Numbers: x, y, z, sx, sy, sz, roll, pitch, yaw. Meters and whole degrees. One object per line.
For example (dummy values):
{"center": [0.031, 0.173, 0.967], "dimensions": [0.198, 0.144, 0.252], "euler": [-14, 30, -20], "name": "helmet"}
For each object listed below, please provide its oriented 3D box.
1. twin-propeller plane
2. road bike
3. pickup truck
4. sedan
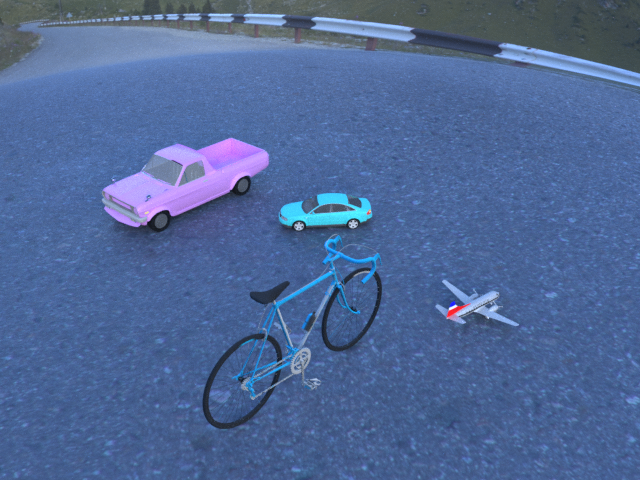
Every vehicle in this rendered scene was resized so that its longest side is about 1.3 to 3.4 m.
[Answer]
{"center": [2.143, 0.868, 9.722], "dimensions": [1.095, 0.407, 1.370], "euler": [-21, 36, -32], "name": "twin-propeller plane"}
{"center": [-0.210, 1.016, 8.221], "dimensions": [0.696, 1.656, 3.004], "euler": [25, 38, 36], "name": "road bike"}
{"center": [-2.367, -1.176, 12.667], "dimensions": [1.244, 0.993, 3.117], "euler": [24, 38, 35], "name": "pickup truck"}
{"center": [0.091, -0.516, 12.036], "dimensions": [1.613, 0.483, 0.635], "euler": [-3, 30, -4], "name": "sedan"}
